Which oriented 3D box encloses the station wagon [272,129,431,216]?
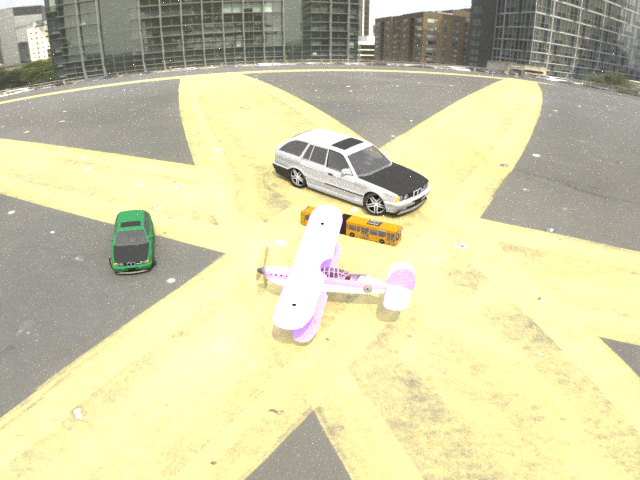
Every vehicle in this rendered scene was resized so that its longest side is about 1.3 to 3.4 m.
[{"bbox_3d":[0.557,-1.336,12.883,3.105,0.920,1.327,23,35,36],"label":"station wagon"}]

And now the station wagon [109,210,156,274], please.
[{"bbox_3d":[-2.908,-0.024,10.850,0.682,0.473,1.597,-6,28,-11],"label":"station wagon"}]

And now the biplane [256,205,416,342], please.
[{"bbox_3d":[0.185,0.550,9.200,2.120,0.981,2.598,5,28,10],"label":"biplane"}]

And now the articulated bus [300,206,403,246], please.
[{"bbox_3d":[0.502,-0.240,11.463,1.749,0.289,0.311,13,30,24],"label":"articulated bus"}]
